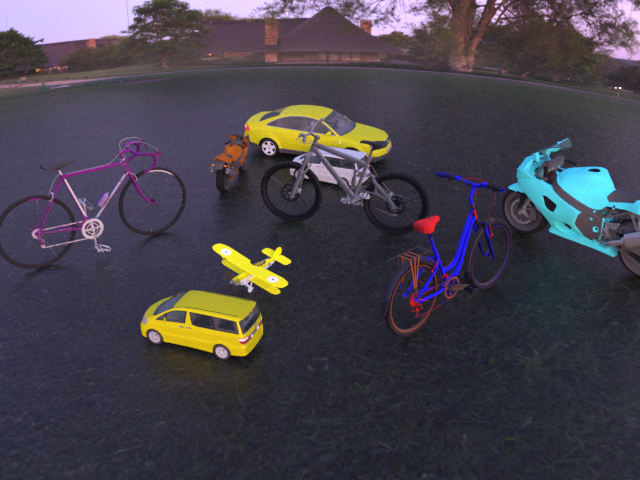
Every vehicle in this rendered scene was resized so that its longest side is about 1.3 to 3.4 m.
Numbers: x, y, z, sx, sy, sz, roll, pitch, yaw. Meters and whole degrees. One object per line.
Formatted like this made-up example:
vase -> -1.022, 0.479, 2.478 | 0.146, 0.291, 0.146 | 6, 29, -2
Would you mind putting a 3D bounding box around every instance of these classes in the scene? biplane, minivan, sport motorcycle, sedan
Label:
biplane -> -0.892, 0.418, 10.002 | 1.336, 0.504, 1.090 | 20, 33, 33
minivan -> -1.506, 0.996, 8.774 | 1.548, 0.616, 0.681 | 9, 29, 18
minivan -> 0.168, -1.445, 13.452 | 1.548, 0.616, 0.681 | 13, 30, 23
sport motorcycle -> 4.084, -0.482, 10.547 | 0.983, 1.596, 2.955 | -24, 36, -38
sport motorcycle -> -1.683, -1.497, 13.329 | 0.506, 0.821, 1.520 | 6, 28, 11
sedan -> -0.054, -2.274, 14.690 | 3.137, 0.940, 1.235 | 9, 29, 17

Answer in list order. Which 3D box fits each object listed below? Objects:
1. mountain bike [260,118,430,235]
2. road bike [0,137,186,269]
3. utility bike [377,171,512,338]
mountain bike -> 0.373, -0.965, 11.372 | 2.857, 1.688, 1.114 | 7, 28, 14
road bike -> -3.427, -0.584, 10.677 | 3.004, 1.656, 0.697 | -19, 33, -32
utility bike -> 1.661, 0.102, 9.165 | 2.791, 1.839, 1.039 | -23, 35, -37
